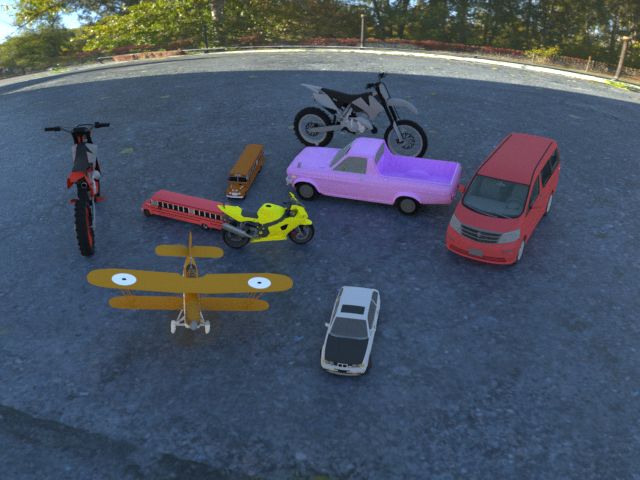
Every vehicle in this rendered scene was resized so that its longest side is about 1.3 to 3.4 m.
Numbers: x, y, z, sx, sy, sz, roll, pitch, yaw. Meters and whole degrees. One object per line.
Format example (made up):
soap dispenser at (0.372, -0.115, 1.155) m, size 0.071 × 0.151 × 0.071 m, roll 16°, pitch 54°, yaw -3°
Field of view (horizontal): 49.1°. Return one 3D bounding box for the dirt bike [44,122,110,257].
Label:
dirt bike at (-3.900, -1.011, 11.590) m, size 1.024 × 1.666 × 2.903 m, roll -6°, pitch 31°, yaw -11°

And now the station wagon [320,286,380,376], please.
station wagon at (0.417, 1.113, 9.124) m, size 0.682 × 0.473 × 1.597 m, roll 5°, pitch 31°, yaw 9°

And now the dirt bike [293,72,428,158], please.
dirt bike at (0.791, -2.475, 14.105) m, size 2.903 × 1.666 × 1.024 m, roll 12°, pitch 32°, yaw 20°

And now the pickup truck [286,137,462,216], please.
pickup truck at (0.968, -1.244, 12.660) m, size 3.117 × 0.993 × 1.244 m, roll 9°, pitch 31°, yaw 15°

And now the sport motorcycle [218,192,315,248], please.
sport motorcycle at (-0.841, -0.269, 11.154) m, size 1.520 × 0.821 × 0.506 m, roll -3°, pitch 30°, yaw -6°

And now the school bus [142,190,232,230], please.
school bus at (-2.298, -0.524, 11.977) m, size 1.708 × 0.434 × 0.365 m, roll 13°, pitch 33°, yaw 21°

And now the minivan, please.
minivan at (3.099, -0.740, 11.590) m, size 1.324 × 1.197 × 3.011 m, roll 16°, pitch 34°, yaw 25°

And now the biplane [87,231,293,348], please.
biplane at (-1.703, 0.601, 9.499) m, size 2.598 × 0.981 × 2.120 m, roll -5°, pitch 31°, yaw -9°

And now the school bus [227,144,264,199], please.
school bus at (-1.414, -1.309, 13.327) m, size 0.365 × 0.434 × 1.708 m, roll 4°, pitch 30°, yaw 8°
